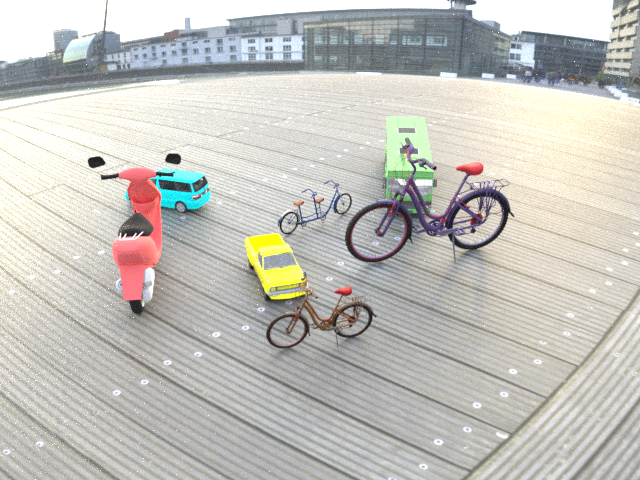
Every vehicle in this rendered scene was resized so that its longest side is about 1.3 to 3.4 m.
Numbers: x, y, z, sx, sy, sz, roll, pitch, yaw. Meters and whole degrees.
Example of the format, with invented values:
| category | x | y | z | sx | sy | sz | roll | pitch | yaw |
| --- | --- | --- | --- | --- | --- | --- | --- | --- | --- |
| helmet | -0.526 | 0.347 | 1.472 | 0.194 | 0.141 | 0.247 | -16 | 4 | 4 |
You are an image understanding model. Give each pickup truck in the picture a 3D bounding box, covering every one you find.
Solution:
| category | x | y | z | sx | sy | sz | roll | pitch | yaw |
| --- | --- | --- | --- | --- | --- | --- | --- | --- | --- |
| pickup truck | -0.663 | 0.317 | 10.229 | 0.640 | 0.511 | 1.603 | -8 | 28 | -16 |

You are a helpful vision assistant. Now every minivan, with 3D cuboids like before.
| category | x | y | z | sx | sy | sz | roll | pitch | yaw |
| --- | --- | --- | --- | --- | --- | --- | --- | --- | --- |
| minivan | -2.775 | -0.935 | 12.632 | 1.548 | 0.616 | 0.681 | 9 | 28 | 17 |

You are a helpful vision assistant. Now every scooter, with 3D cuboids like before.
| category | x | y | z | sx | sy | sz | roll | pitch | yaw |
| --- | --- | --- | --- | --- | --- | --- | --- | --- | --- |
| scooter | -2.565 | -0.252 | 9.942 | 1.288 | 1.786 | 2.721 | -3 | 27 | -6 |

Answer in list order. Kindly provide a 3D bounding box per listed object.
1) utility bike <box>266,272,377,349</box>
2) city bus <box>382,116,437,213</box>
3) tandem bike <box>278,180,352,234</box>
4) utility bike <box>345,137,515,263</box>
| category | x | y | z | sx | sy | sz | roll | pitch | yaw |
| --- | --- | --- | --- | --- | --- | --- | --- | --- | --- |
| utility bike | 0.048 | 0.902 | 8.564 | 1.435 | 0.946 | 0.535 | -8 | 27 | -15 |
| city bus | 1.656 | -1.477 | 13.409 | 0.926 | 0.894 | 3.255 | 2 | 26 | 4 |
| tandem bike | -0.065 | -0.577 | 11.836 | 1.642 | 0.682 | 0.283 | -21 | 33 | -36 |
| utility bike | 1.743 | -0.521 | 10.423 | 2.791 | 1.839 | 1.039 | -7 | 27 | -14 |
